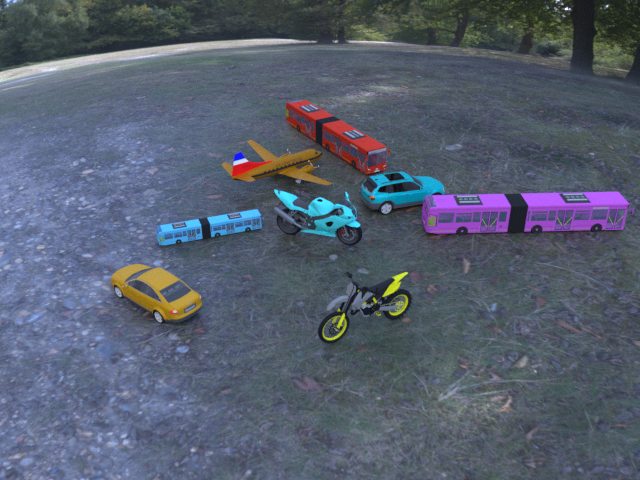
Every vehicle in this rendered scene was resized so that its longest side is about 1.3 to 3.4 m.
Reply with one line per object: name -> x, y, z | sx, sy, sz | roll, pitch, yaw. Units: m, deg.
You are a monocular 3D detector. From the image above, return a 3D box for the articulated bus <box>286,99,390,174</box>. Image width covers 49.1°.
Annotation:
articulated bus -> 0.275, -2.252, 14.883 | 0.605, 0.561, 3.401 | -16, 34, -26

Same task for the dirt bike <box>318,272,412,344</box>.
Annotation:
dirt bike -> 0.624, 0.848, 9.254 | 1.493, 0.857, 0.527 | -17, 34, -27

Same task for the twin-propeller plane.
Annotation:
twin-propeller plane -> -0.782, -1.519, 13.391 | 2.129, 0.792, 2.663 | -22, 36, -32

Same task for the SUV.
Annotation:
SUV -> 1.490, -0.913, 12.560 | 1.572, 0.580, 0.656 | -10, 32, -17

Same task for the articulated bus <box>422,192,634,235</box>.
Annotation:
articulated bus -> 3.453, -0.458, 11.795 | 3.401, 0.561, 0.605 | -1, 30, -2

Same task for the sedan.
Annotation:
sedan -> -2.354, 0.674, 9.926 | 1.613, 0.483, 0.635 | 23, 37, 34

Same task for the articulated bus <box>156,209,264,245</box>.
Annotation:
articulated bus -> -1.819, -0.212, 11.643 | 1.749, 0.289, 0.311 | -11, 32, -18

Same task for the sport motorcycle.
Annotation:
sport motorcycle -> -0.033, -0.378, 11.400 | 1.520, 0.821, 0.506 | 11, 32, 17
